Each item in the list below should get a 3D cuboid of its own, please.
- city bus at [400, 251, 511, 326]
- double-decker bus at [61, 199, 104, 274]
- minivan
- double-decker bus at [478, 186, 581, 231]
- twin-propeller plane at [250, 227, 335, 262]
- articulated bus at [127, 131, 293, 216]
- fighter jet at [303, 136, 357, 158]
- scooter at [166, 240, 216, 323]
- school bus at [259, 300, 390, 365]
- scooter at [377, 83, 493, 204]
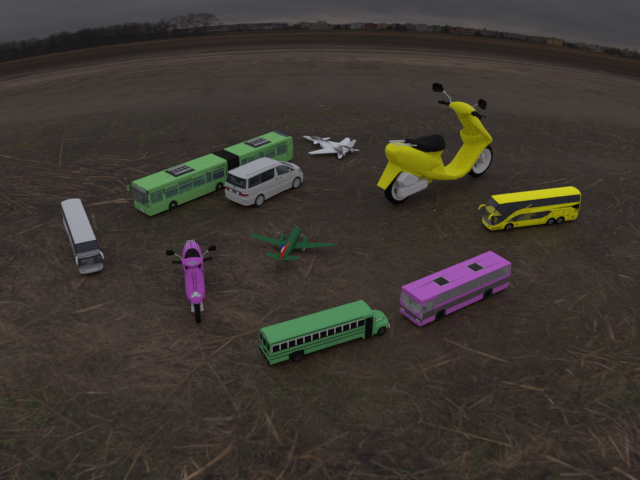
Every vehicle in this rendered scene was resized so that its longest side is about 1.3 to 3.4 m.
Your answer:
[{"bbox_3d":[1.865,0.661,9.568,1.674,0.460,0.476,-19,35,-29],"label":"city bus"},{"bbox_3d":[-3.666,-0.061,10.737,0.389,0.541,1.672,-13,33,-22],"label":"double-decker bus"},{"bbox_3d":[-0.971,-1.117,12.488,0.681,0.616,1.548,24,37,35],"label":"minivan"},{"bbox_3d":[3.458,-0.514,11.519,1.672,0.541,0.389,-7,31,-12],"label":"double-decker bus"},{"bbox_3d":[-0.454,0.013,10.741,1.370,0.407,1.095,7,31,11],"label":"twin-propeller plane"},{"bbox_3d":[-1.877,-1.276,12.818,0.605,0.561,3.401,26,39,37],"label":"articulated bus"},{"bbox_3d":[0.120,-2.039,14.412,1.358,0.286,1.147,26,39,38],"label":"fighter jet"},{"bbox_3d":[-1.721,0.420,9.528,0.662,0.919,1.399,-6,31,-10],"label":"scooter"},{"bbox_3d":[0.089,1.129,8.785,1.708,0.434,0.365,-14,33,-22],"label":"school bus"},{"bbox_3d":[2.140,-1.691,12.313,2.721,1.786,1.288,-19,35,-30],"label":"scooter"}]
